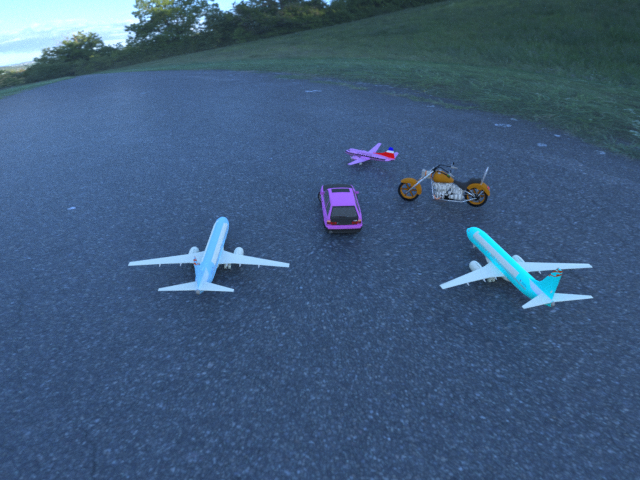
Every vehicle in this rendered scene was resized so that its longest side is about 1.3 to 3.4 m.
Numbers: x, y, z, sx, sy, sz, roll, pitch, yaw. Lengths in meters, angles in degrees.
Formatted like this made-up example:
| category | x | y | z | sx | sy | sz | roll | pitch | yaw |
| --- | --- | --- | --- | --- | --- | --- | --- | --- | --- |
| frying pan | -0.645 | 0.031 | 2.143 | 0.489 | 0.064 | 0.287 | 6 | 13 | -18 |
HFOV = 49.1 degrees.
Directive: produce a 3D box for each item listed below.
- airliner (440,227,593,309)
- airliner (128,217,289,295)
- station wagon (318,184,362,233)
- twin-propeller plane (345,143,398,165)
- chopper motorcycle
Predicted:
| category | x | y | z | sx | sy | sz | roll | pitch | yaw |
| --- | --- | --- | --- | --- | --- | --- | --- | --- | --- |
| airliner | 2.627 | 0.199 | 9.713 | 2.257 | 0.835 | 2.541 | -7 | 29 | -13 |
| airliner | -1.554 | 0.048 | 9.997 | 2.257 | 0.835 | 2.541 | 1 | 28 | 1 |
| station wagon | 0.338 | -0.628 | 11.665 | 0.682 | 0.473 | 1.597 | -2 | 28 | -3 |
| twin-propeller plane | 0.976 | -1.715 | 13.793 | 1.095 | 0.407 | 1.370 | 15 | 31 | 26 |
| chopper motorcycle | 2.129 | -0.971 | 12.006 | 1.563 | 0.761 | 0.466 | 8 | 29 | 14 |
